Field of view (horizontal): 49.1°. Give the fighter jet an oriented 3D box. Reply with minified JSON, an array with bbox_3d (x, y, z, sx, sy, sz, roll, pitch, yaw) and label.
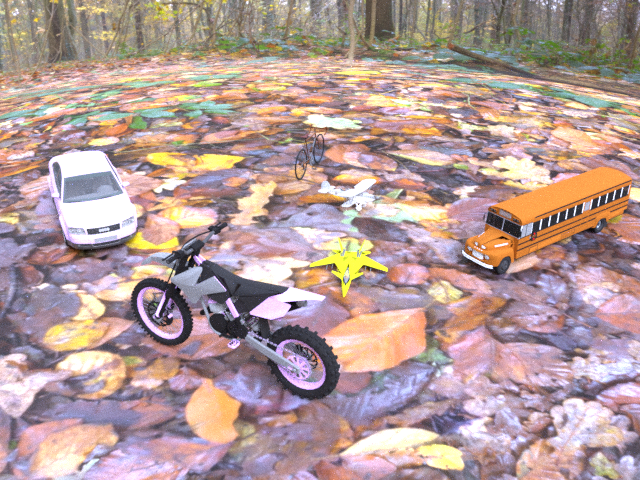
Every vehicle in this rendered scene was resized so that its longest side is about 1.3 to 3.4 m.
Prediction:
[{"bbox_3d":[0.409,0.393,10.184,1.147,0.286,1.358,3,28,6],"label":"fighter jet"}]

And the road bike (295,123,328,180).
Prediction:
[{"bbox_3d":[-0.191,-1.756,13.684,0.358,0.852,1.545,10,29,18],"label":"road bike"}]

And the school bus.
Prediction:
[{"bbox_3d":[3.616,-0.363,11.027,3.322,0.844,0.709,-18,33,-31],"label":"school bus"}]

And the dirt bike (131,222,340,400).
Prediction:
[{"bbox_3d":[-1.073,0.789,7.937,2.903,1.666,1.024,15,31,26],"label":"dirt bike"}]

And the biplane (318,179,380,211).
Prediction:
[{"bbox_3d":[0.527,-0.814,12.256,1.090,0.504,1.336,12,30,21],"label":"biplane"}]

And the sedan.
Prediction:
[{"bbox_3d":[-3.900,-0.835,11.827,1.235,0.940,3.137,-12,30,-21],"label":"sedan"}]
